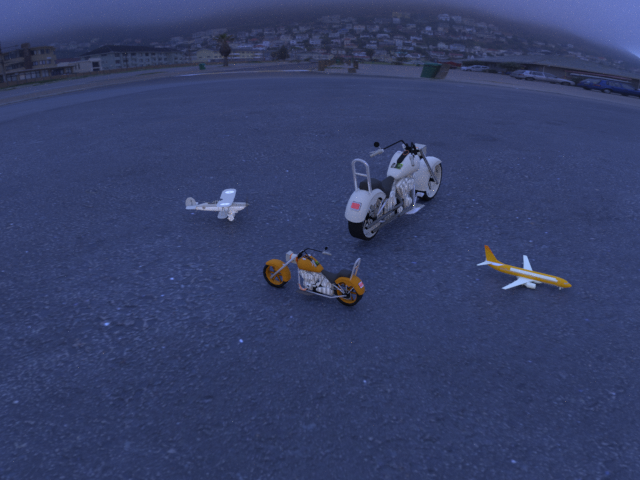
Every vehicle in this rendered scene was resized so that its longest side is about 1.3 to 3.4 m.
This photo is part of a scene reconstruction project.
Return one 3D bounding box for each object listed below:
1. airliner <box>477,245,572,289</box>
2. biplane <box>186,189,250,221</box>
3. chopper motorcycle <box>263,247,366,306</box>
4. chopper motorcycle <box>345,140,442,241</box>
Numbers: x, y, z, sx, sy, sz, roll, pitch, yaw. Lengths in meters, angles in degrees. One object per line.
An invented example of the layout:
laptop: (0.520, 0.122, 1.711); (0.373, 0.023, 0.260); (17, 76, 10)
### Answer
airliner: (2.950, 0.400, 10.026); (1.307, 0.429, 1.161); (14, 29, 26)
biplane: (-1.752, -0.591, 12.012); (1.090, 0.504, 1.336); (-1, 26, -2)
chopper motorcycle: (-0.103, 0.433, 9.572); (1.563, 0.761, 0.466); (14, 29, 27)
chopper motorcycle: (1.346, -1.032, 11.802); (0.906, 1.480, 3.040); (16, 30, 30)
